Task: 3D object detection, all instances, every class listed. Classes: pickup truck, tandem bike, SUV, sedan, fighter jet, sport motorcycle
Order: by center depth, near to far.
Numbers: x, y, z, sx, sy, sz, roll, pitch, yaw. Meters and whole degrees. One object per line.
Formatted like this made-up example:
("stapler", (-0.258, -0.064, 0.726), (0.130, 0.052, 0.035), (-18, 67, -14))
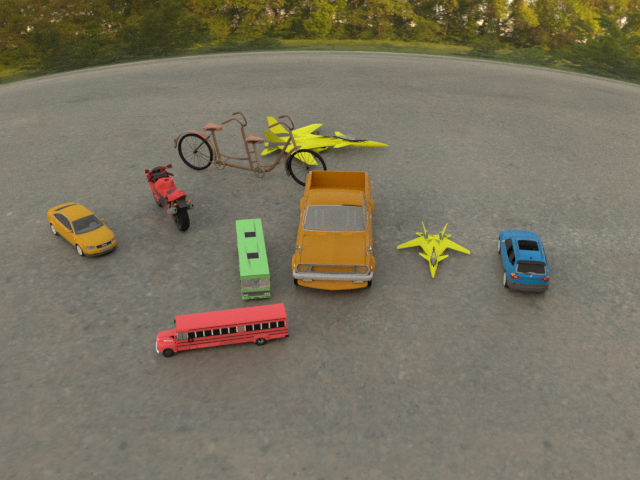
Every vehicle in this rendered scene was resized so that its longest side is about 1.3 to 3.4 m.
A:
("SUV", (3.086, 0.223, 10.589), (0.656, 0.580, 1.572), (4, 30, 7))
("fighter jet", (1.789, 0.150, 11.004), (1.147, 0.286, 1.358), (4, 31, 7))
("pickup truck", (0.254, -0.343, 11.149), (1.244, 0.993, 3.117), (1, 30, 3))
("sedan", (-3.911, -0.231, 11.462), (0.635, 0.483, 1.613), (-25, 38, -36))
("sport motorcycle", (-2.591, -0.744, 12.007), (0.506, 0.821, 1.520), (-17, 34, -27))
("tandem bike", (-1.374, -1.776, 13.275), (3.192, 1.326, 0.550), (10, 32, 17))
("fighter jet", (0.126, -2.162, 14.698), (2.640, 0.557, 2.229), (1, 30, 2))

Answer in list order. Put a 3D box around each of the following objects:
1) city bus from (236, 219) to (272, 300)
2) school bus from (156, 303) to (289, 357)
("city bus", (-1.028, 0.275, 10.618), (0.476, 0.460, 1.674), (-4, 31, -7))
("school bus", (-1.278, 1.164, 9.120), (1.708, 0.434, 0.365), (-6, 31, -10))
